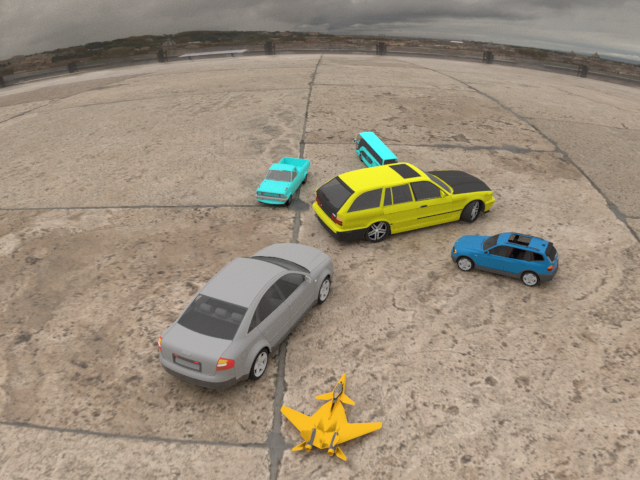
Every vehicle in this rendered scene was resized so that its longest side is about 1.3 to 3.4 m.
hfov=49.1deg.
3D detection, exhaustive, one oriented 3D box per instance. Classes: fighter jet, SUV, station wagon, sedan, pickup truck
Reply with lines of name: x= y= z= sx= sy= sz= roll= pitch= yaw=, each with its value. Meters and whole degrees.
fighter jet: x=0.146 y=1.854 z=7.849 sx=1.147 sy=0.286 sz=1.358 roll=7 pitch=30 yaw=12
SUV: x=2.772 y=0.197 z=10.505 sx=1.572 sy=0.580 sz=0.656 roll=13 pitch=32 yaw=22
station wagon: x=1.472 y=-0.772 z=11.886 sx=3.105 sy=0.920 sz=1.327 roll=-11 pitch=31 yaw=-19
sedan: x=-0.841 y=0.747 z=9.155 sx=1.235 sy=0.940 sz=3.137 roll=14 pitch=32 yaw=23
pickup truck: x=-0.667 y=-1.164 z=13.003 sx=0.640 sy=0.511 sz=1.603 roll=8 pitch=30 yaw=14

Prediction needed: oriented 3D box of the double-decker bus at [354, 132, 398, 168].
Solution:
double-decker bus: x=1.106 y=-1.670 z=13.876 sx=0.389 sy=0.541 sz=1.672 roll=-8 pitch=30 yaw=-14
